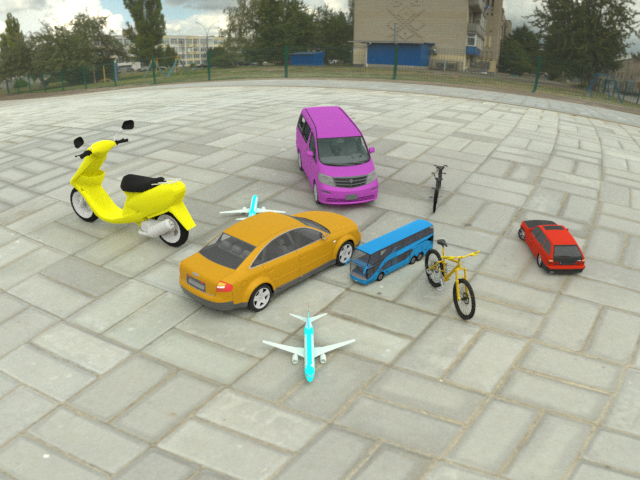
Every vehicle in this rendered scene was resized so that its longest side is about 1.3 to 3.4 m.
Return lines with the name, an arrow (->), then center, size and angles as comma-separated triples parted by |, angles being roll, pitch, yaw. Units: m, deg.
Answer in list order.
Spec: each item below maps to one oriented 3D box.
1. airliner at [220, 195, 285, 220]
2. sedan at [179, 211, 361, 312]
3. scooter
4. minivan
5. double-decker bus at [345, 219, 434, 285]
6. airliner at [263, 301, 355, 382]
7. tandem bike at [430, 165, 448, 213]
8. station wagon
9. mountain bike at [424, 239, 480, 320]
airliner -> -1.194, -0.638, 12.451 | 1.161, 0.429, 1.307 | 0, 26, -1
sedan -> -0.634, 0.099, 10.358 | 1.235, 0.940, 3.137 | 22, 33, 37
scooter -> -3.191, -0.913, 11.467 | 2.721, 1.786, 1.288 | 14, 29, 27
minivan -> 0.281, -1.695, 13.743 | 1.324, 1.197, 3.011 | -5, 26, -10
double-decker bus -> 1.097, 0.181, 10.646 | 1.672, 0.541, 0.389 | -23, 34, -39
airliner -> -0.134, 1.240, 8.600 | 1.161, 0.429, 1.307 | -1, 26, -1
tandem bike -> 2.211, -1.077, 13.064 | 0.283, 0.682, 1.642 | 6, 27, 12
station wagon -> 3.657, 0.001, 11.092 | 0.682, 0.473, 1.597 | -1, 26, -1
mountain bike -> 1.790, 0.462, 9.696 | 0.573, 0.868, 1.469 | -8, 27, -15
